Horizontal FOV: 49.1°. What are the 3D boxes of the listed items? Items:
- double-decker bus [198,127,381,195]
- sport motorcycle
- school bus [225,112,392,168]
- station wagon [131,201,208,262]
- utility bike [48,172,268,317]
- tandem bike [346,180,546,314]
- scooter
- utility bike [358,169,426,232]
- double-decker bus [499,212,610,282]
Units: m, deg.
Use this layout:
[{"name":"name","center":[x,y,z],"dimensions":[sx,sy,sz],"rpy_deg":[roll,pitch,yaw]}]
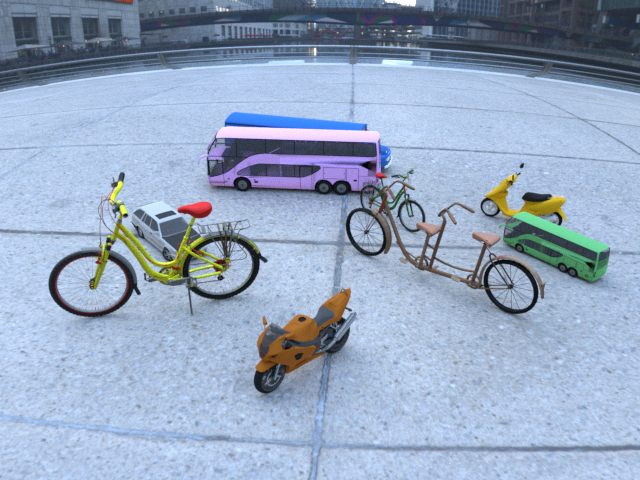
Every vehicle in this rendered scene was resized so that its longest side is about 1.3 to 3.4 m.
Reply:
[{"name":"double-decker bus","center":[-0.528,-1.454,12.664],"dimensions":[3.251,1.052,0.756],"rpy_deg":[3,28,5]},{"name":"sport motorcycle","center":[-0.177,1.148,8.040],"dimensions":[0.506,0.821,1.520],"rpy_deg":[25,37,38]},{"name":"school bus","center":[-0.229,-1.932,13.781],"dimensions":[3.322,0.844,0.709],"rpy_deg":[8,29,14]},{"name":"station wagon","center":[-2.358,-0.174,10.883],"dimensions":[0.682,0.473,1.597],"rpy_deg":[-20,34,-33]},{"name":"utility bike","center":[-2.022,0.153,8.823],"dimensions":[2.791,1.839,1.039],"rpy_deg":[-7,29,-13]},{"name":"tandem bike","center":[1.607,0.018,9.619],"dimensions":[3.192,1.326,0.550],"rpy_deg":[22,35,35]},{"name":"scooter","center":[3.326,-0.694,11.384],"dimensions":[1.399,0.919,0.662],"rpy_deg":[14,31,25]},{"name":"utility bike","center":[1.192,-0.732,11.425],"dimensions":[0.535,0.946,1.435],"rpy_deg":[-25,37,-38]},{"name":"double-decker bus","center":[3.442,0.062,10.370],"dimensions":[0.389,0.541,1.672],"rpy_deg":[-21,34,-34]}]
